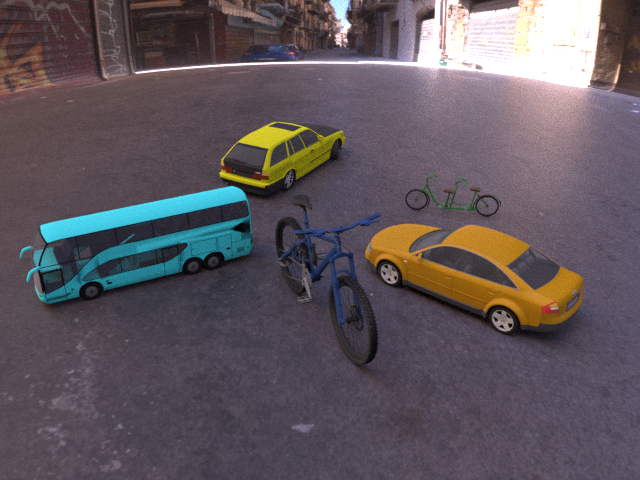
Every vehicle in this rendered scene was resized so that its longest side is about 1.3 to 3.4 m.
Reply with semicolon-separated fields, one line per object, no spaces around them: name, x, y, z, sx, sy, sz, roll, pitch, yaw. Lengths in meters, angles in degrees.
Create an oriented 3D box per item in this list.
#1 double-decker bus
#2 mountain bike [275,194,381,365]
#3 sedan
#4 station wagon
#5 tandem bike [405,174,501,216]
double-decker bus;-2.574;0.054;10.135;3.251;1.052;0.756;-14;31;-24
mountain bike;0.002;0.320;8.955;1.114;1.688;2.857;-13;30;-22
sedan;2.051;0.326;9.741;3.137;0.940;1.235;22;35;35
station wagon;-0.642;-1.826;13.813;1.327;0.920;3.105;16;32;27
tandem bike;2.299;-0.766;12.072;1.642;0.682;0.283;6;29;11
